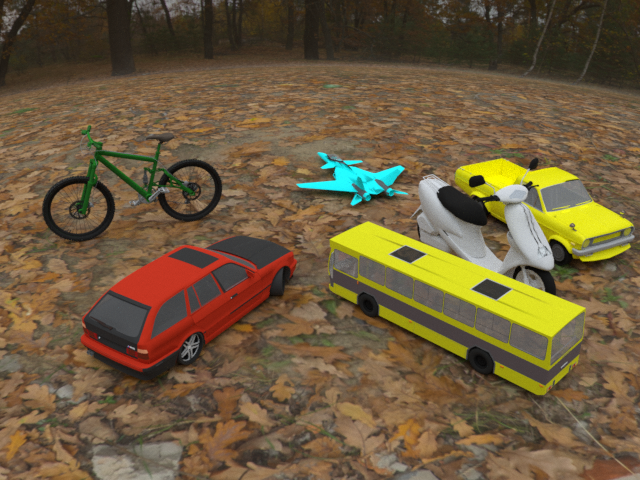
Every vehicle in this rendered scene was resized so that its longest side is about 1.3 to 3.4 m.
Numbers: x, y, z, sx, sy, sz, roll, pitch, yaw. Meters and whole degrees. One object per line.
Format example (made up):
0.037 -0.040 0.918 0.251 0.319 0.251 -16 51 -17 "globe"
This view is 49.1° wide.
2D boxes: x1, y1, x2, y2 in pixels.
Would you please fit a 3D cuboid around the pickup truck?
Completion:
3.533 -0.646 11.357 1.244 0.993 3.117 -13 30 -24 "pickup truck"

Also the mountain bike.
-2.956 -0.921 11.132 2.857 1.688 1.114 -12 29 -22 "mountain bike"

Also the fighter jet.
0.517 -1.415 13.343 2.229 0.557 2.640 -12 29 -22 "fighter jet"

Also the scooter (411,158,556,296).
2.253 -0.278 9.763 1.288 1.786 2.721 -17 32 -30 "scooter"

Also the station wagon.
-1.544 0.590 9.014 1.327 0.920 3.105 17 31 29 "station wagon"

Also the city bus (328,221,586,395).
1.540 0.766 8.699 3.255 0.894 0.926 24 36 39 "city bus"
